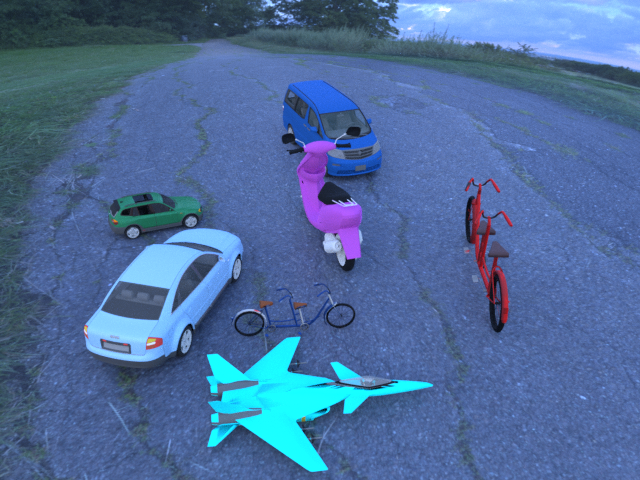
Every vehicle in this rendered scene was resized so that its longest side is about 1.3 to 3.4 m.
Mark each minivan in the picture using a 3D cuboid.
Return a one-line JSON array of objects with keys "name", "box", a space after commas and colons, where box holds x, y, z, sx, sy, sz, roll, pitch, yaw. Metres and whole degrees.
[{"name": "minivan", "box": [0.205, -2.326, 14.393, 1.324, 1.197, 3.011, -11, 31, -19]}]

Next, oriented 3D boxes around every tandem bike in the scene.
[{"name": "tandem bike", "box": [2.381, 0.034, 10.074, 0.550, 1.326, 3.192, 1, 29, 2]}, {"name": "tandem bike", "box": [-0.341, 0.927, 9.144, 1.642, 0.682, 0.283, -4, 30, -7]}]

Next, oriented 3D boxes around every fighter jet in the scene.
[{"name": "fighter jet", "box": [0.026, 1.654, 7.982, 2.640, 0.557, 2.229, -4, 30, -8]}]

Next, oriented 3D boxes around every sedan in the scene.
[{"name": "sedan", "box": [-2.006, 0.553, 9.547, 1.235, 0.940, 3.137, 8, 30, 13]}]

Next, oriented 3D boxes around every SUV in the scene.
[{"name": "SUV", "box": [-2.759, -0.489, 11.761, 1.572, 0.580, 0.656, -12, 32, -20]}]

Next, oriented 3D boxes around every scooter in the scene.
[{"name": "scooter", "box": [0.113, -0.782, 11.053, 1.288, 1.786, 2.721, -8, 30, -14]}]
